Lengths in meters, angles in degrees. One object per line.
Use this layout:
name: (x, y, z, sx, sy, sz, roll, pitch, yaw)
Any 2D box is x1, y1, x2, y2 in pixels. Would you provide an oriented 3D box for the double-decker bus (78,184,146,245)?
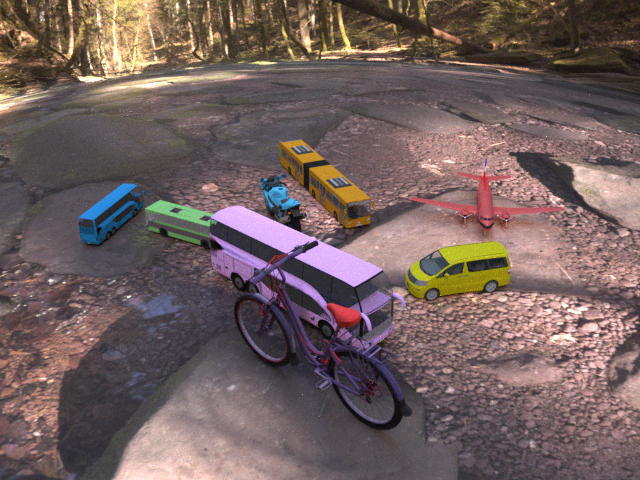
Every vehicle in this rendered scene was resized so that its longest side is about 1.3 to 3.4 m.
double-decker bus: (-3.629, -0.493, 12.293, 0.389, 0.541, 1.672, 8, 29, 14)

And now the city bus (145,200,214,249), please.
city bus: (-2.180, -0.232, 11.894, 1.674, 0.460, 0.476, 15, 32, 25)

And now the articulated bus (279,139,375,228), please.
articulated bus: (0.022, -1.170, 13.530, 0.605, 0.561, 3.401, -12, 30, -21)

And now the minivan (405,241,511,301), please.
minivan: (2.059, 0.441, 10.481, 1.548, 0.616, 0.681, -6, 29, -12)

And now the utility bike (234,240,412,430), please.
utility bike: (-0.140, 1.098, 7.969, 2.791, 1.839, 1.039, 24, 36, 37)

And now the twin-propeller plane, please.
twin-propeller plane: (2.975, -0.785, 12.573, 2.663, 0.792, 2.129, 5, 29, 9)

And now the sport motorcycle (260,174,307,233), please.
sport motorcycle: (-0.667, -0.601, 12.198, 0.506, 0.821, 1.520, -12, 31, -21)

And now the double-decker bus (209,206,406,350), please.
double-decker bus: (-0.312, 0.490, 9.930, 3.251, 1.052, 0.756, 24, 36, 37)
